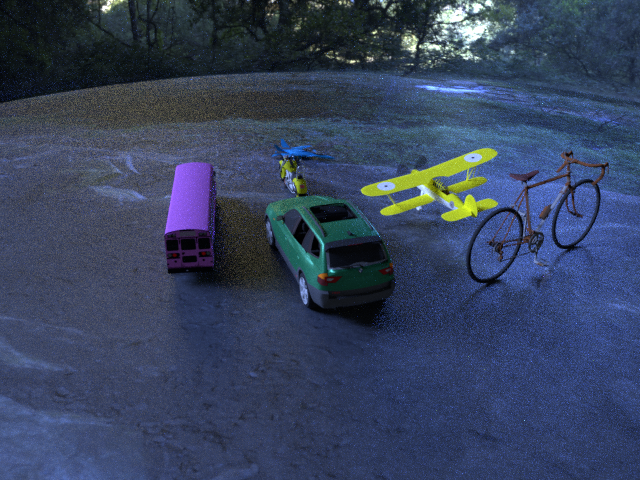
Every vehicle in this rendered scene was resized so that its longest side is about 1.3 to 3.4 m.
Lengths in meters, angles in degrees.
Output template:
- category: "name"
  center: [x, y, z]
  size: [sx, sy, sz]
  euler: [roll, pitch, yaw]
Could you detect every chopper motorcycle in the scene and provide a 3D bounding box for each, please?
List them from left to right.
- category: "chopper motorcycle"
  center: [-0.526, -1.266, 13.094]
  size: [0.466, 0.761, 1.563]
  euler: [-8, 27, -15]

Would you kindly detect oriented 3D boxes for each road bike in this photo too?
- category: "road bike"
  center: [3.243, -0.378, 10.305]
  size: [3.004, 1.656, 0.697]
  euler: [-18, 31, -31]

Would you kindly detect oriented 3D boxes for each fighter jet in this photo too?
- category: "fighter jet"
  center: [-0.301, -1.886, 14.873]
  size: [1.358, 0.286, 1.147]
  euler: [9, 28, 17]

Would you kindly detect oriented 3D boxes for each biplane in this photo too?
- category: "biplane"
  center: [2.031, -0.800, 11.911]
  size: [2.598, 0.981, 2.120]
  euler: [-11, 28, -21]

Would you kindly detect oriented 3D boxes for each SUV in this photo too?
- category: "SUV"
  center: [0.071, -0.058, 10.254]
  size: [1.276, 1.128, 3.058]
  euler: [-8, 28, -16]

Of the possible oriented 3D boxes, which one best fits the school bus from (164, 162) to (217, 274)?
- category: "school bus"
  center: [-2.064, -0.492, 11.446]
  size: [0.709, 0.844, 3.322]
  euler: [-3, 27, -6]
